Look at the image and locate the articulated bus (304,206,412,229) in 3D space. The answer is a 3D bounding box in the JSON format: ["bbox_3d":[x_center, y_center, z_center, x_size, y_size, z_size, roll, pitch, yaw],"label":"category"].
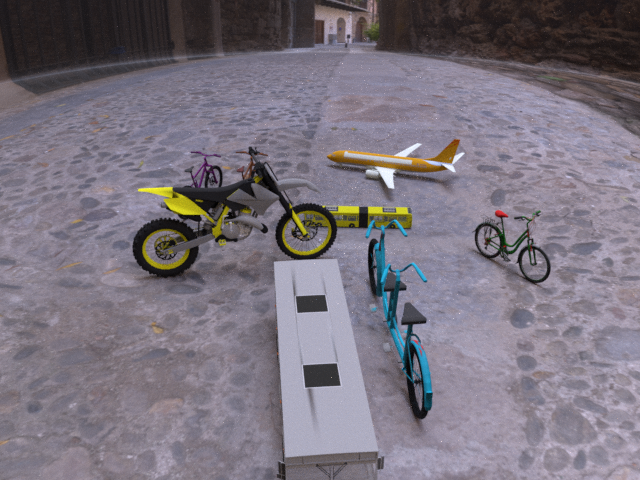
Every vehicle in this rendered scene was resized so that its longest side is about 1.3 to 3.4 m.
[{"bbox_3d":[0.599,-0.375,11.270,1.749,0.289,0.311,1,29,2],"label":"articulated bus"}]

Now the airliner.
[{"bbox_3d":[1.329,-1.606,12.945,2.541,0.835,2.257,10,30,17],"label":"airliner"}]

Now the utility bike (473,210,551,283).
[{"bbox_3d":[2.759,-0.033,9.963,0.535,0.946,1.435,-19,34,-30],"label":"utility bike"}]

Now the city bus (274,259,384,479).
[{"bbox_3d":[-0.040,1.396,7.412,0.926,0.894,3.255,-2,29,-4],"label":"city bus"}]

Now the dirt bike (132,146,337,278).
[{"bbox_3d":[-1.171,-0.335,9.764,2.903,1.666,1.024,-6,29,-11],"label":"dirt bike"}]

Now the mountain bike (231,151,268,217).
[{"bbox_3d":[-1.207,-0.958,11.731,0.573,0.868,1.469,7,30,13],"label":"mountain bike"}]

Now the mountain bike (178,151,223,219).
[{"bbox_3d":[-2.010,-0.951,11.717,0.573,0.868,1.469,11,31,19],"label":"mountain bike"}]

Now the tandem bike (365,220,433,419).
[{"bbox_3d":[0.885,0.706,8.221,0.550,1.326,3.192,-3,29,-6],"label":"tandem bike"}]
